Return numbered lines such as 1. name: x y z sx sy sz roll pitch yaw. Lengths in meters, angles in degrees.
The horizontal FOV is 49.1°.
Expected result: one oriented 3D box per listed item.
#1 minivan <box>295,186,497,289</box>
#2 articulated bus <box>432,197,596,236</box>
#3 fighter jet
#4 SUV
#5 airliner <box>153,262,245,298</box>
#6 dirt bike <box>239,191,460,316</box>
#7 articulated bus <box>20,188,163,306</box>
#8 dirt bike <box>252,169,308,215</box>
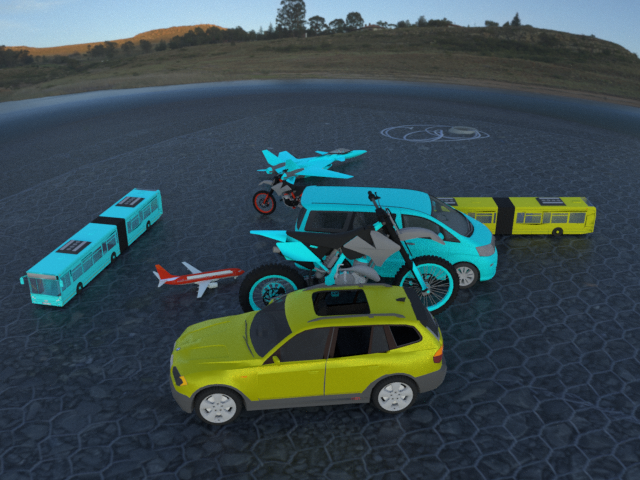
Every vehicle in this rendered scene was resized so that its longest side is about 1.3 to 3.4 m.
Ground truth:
1. minivan: 1.133 -0.100 10.452 3.011 1.197 1.324 2 25 5
2. articulated bus: 2.888 -0.410 11.875 3.401 0.561 0.605 0 25 0
3. fighter jet: 0.046 -1.787 14.854 2.640 0.557 2.229 -20 31 -36
4. SUV: -0.137 1.172 7.787 3.058 1.128 1.276 -2 25 -5
5. airliner: -1.735 0.456 10.163 1.307 0.429 1.161 -9 26 -19
6. dirt bike: 0.398 0.322 8.981 2.903 1.666 1.024 -2 25 -5
7. articulated bus: -3.405 0.002 10.986 0.605 0.561 3.401 5 25 11
8. dirt bike: -0.525 -0.751 12.260 1.493 0.857 0.527 10 27 20
